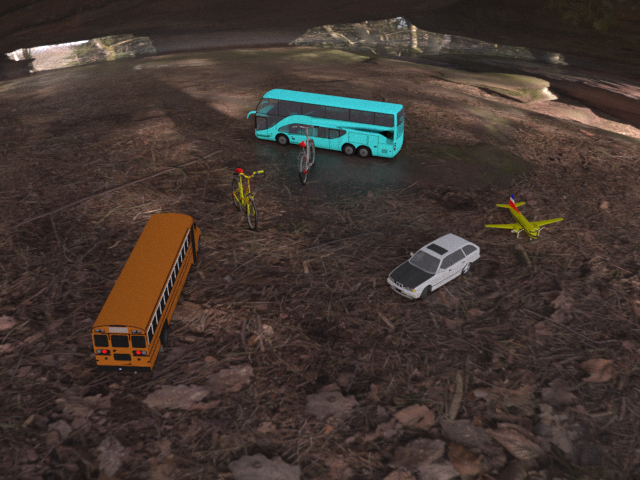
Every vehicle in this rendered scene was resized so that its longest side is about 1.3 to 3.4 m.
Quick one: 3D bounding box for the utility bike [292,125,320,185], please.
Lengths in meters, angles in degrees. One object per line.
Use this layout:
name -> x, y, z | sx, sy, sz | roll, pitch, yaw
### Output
utility bike -> -0.297, -1.682, 13.336 | 0.535, 0.946, 1.435 | 5, 31, 8

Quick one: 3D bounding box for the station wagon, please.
station wagon -> 1.697, 0.345, 10.387 | 1.597, 0.473, 0.682 | -25, 39, -36

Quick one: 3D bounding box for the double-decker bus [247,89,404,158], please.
double-decker bus -> 0.114, -2.428, 14.488 | 3.251, 1.052, 0.756 | 11, 32, 18

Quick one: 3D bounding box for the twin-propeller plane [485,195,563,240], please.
twin-propeller plane -> 3.366, -0.368, 11.652 | 1.370, 0.407, 1.095 | -5, 31, -9

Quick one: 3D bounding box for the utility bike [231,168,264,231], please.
utility bike -> -1.252, -0.812, 11.871 | 0.535, 0.946, 1.435 | -12, 33, -19

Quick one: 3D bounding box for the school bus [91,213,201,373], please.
school bus -> -2.282, 0.521, 9.727 | 0.709, 0.844, 3.322 | 1, 31, 2
